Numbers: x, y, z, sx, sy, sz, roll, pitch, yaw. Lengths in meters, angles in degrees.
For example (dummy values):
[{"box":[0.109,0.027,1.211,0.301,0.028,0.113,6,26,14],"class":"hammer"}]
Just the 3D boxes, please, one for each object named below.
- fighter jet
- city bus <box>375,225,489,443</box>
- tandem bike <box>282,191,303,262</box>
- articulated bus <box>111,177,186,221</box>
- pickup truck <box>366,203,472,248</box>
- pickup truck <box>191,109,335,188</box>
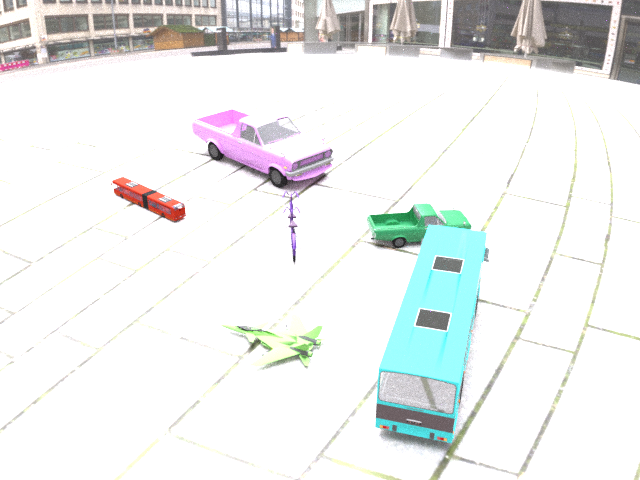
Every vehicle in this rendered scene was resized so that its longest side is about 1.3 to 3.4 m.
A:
[{"box":[-0.643,1.132,8.600,1.358,0.286,1.147,12,31,21],"class":"fighter jet"},{"box":[1.398,0.963,8.274,0.926,0.894,3.255,8,29,14],"class":"city bus"},{"box":[-0.429,-0.277,10.786,0.283,0.682,1.642,-2,28,-4],"class":"tandem bike"},{"box":[-2.957,-0.717,12.011,1.749,0.289,0.311,22,36,35],"class":"articulated bus"},{"box":[1.550,-0.264,10.943,1.603,0.511,0.640,-4,29,-7],"class":"pickup truck"},{"box":[-1.166,-1.966,13.578,1.244,0.993,3.117,-25,37,-38],"class":"pickup truck"}]
